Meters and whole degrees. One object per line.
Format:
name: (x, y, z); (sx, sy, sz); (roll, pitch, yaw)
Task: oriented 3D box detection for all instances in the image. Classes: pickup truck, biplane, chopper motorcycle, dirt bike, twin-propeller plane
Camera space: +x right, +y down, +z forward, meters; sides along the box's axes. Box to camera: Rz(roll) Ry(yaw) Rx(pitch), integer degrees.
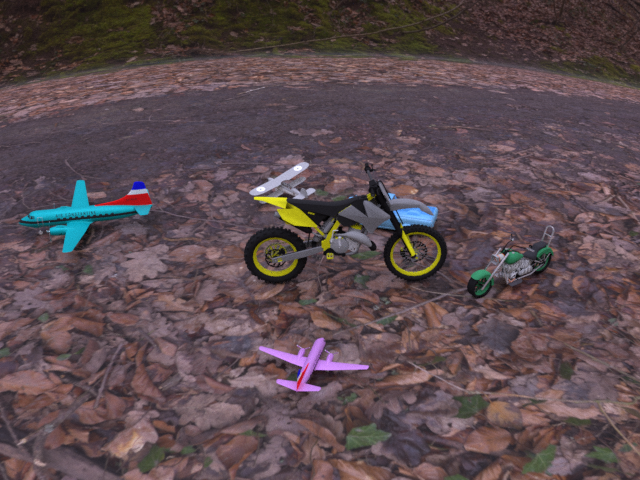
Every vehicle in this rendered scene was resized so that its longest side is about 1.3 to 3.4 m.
pickup truck: (1.145, -0.472, 11.656); (1.603, 0.511, 0.640); (9, 30, 16)
biplane: (-0.604, -0.918, 12.471); (1.336, 0.504, 1.090); (-25, 37, -37)
chopper motorcycle: (2.747, 0.306, 9.986); (1.563, 0.761, 0.466); (-16, 33, -27)
dirt bike: (0.367, -0.127, 9.834); (2.903, 1.666, 1.024); (-1, 29, -1)
twin-propeller plane: (-0.112, 1.429, 8.317); (1.370, 0.407, 1.095); (8, 30, 14)
twin-propeller plane: (-3.831, -0.515, 11.445); (2.129, 0.792, 2.663); (-6, 29, -11)
